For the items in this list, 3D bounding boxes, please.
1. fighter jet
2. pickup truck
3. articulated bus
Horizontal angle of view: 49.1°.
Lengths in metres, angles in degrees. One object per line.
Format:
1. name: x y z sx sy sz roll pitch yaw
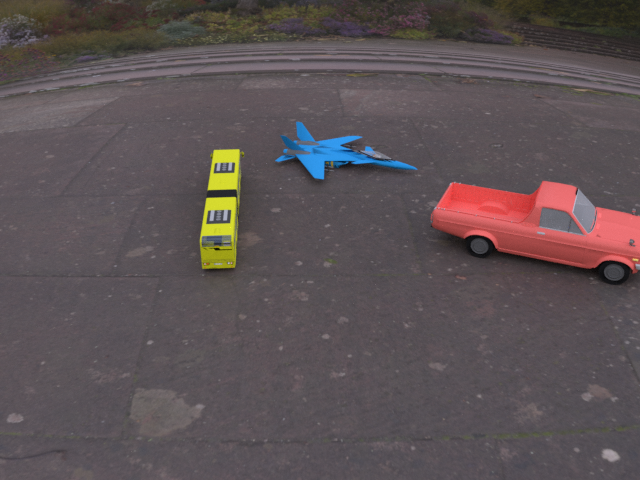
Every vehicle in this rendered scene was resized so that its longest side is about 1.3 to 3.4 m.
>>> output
1. fighter jet: 0.575 -1.690 13.272 2.640 0.557 2.229 11 31 18
2. pickup truck: 3.258 -0.284 10.346 3.117 0.993 1.244 12 32 20
3. articulated bus: -1.565 -0.608 11.356 0.605 0.561 3.401 -2 30 -4
